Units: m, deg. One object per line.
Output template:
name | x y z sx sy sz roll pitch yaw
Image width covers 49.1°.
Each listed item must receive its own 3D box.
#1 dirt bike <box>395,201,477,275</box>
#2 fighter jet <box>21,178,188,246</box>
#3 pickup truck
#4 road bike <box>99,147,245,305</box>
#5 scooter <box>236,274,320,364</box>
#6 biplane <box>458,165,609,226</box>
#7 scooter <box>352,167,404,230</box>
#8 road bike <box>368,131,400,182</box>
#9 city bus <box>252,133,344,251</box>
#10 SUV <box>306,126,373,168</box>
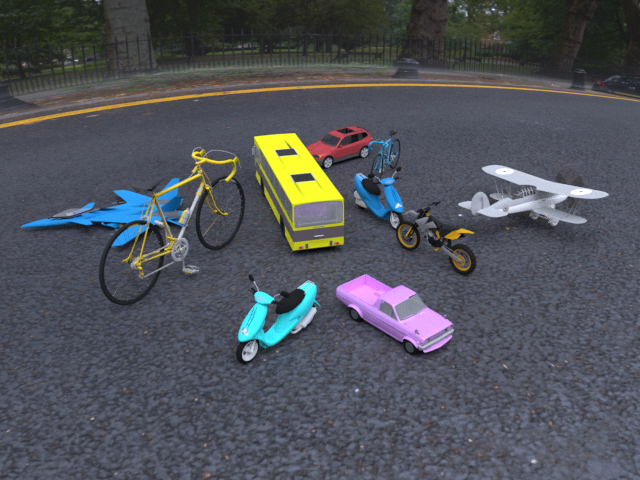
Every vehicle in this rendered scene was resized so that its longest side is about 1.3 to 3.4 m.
dirt bike | 1.693 -0.063 10.314 0.527 0.857 1.493 -23 35 -38
fighter jet | -3.557 -0.504 11.517 2.640 0.557 2.229 -6 28 -12
pickup truck | 0.920 0.865 8.864 0.640 0.511 1.603 -21 34 -36
road bike | -1.986 -0.275 9.848 0.697 1.656 3.004 15 31 28
scooter | -0.498 0.852 8.437 0.662 0.919 1.399 22 34 36
biplane | 3.274 -0.650 11.337 2.120 0.981 2.598 -13 30 -24
scooter | 0.969 -0.784 11.668 0.662 0.919 1.399 -15 31 -28
road bike | 1.273 -1.623 13.400 0.358 0.852 1.545 12 29 23
city bus | -0.431 -0.866 11.858 0.926 0.894 3.255 -7 28 -13
SUV | 0.372 -1.931 14.309 1.572 0.580 0.656 -20 33 -34
